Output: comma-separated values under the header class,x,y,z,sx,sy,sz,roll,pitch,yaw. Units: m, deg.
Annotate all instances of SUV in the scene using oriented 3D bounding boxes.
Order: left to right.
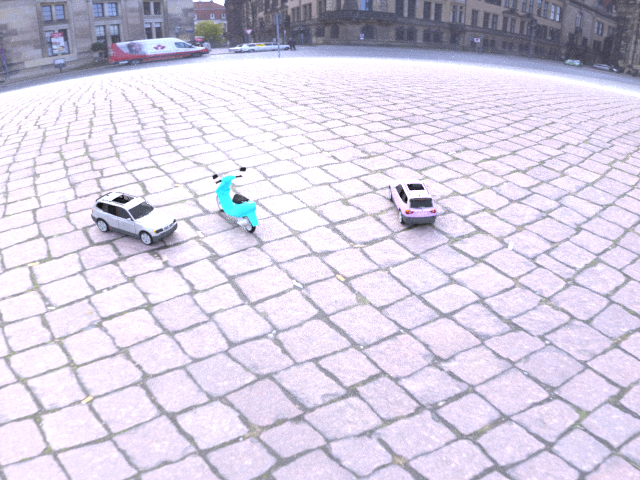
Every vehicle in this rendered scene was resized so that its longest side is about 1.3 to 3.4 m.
class,x,y,z,sx,sy,sz,roll,pitch,yaw
SUV,-3.202,-0.412,12.015,1.572,0.580,0.656,15,32,24
SUV,1.676,-0.789,12.695,0.656,0.580,1.572,-3,29,-5

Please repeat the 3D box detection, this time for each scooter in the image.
class,x,y,z,sx,sy,sz,roll,pitch,yaw
scooter,-1.482,-0.733,12.245,0.662,0.919,1.399,-19,34,-30
